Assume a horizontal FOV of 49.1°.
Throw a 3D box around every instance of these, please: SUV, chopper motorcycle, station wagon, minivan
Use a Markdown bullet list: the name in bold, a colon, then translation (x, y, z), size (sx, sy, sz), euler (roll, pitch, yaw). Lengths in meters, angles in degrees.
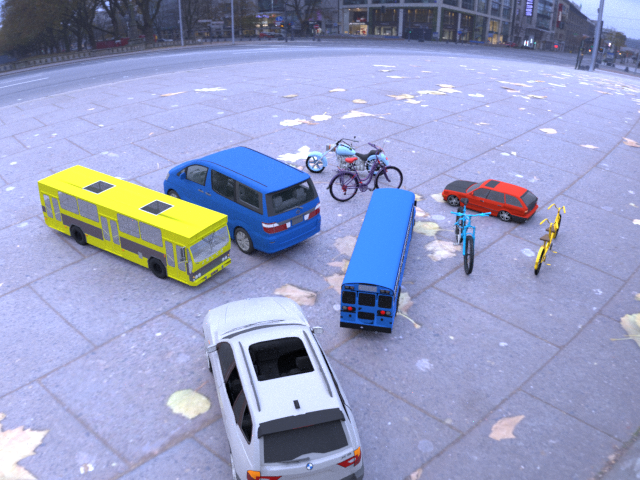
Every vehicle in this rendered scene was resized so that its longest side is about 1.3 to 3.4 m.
- **SUV**: translation (-0.484, 1.435, 7.372), size (1.276, 1.128, 3.058), euler (-8, 31, -14)
- **chopper motorcycle**: translation (0.504, -1.569, 13.038), size (1.563, 0.761, 0.466), euler (6, 30, 10)
- **station wagon**: translation (2.870, -0.753, 11.893), size (1.597, 0.473, 0.682), euler (19, 35, 30)
- **minivan**: translation (-1.351, -0.812, 11.262), size (1.324, 1.197, 3.011), euler (-25, 38, -37)

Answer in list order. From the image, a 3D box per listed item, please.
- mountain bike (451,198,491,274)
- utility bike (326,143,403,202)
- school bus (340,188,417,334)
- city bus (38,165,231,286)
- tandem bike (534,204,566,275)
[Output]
- **mountain bike**: translation (2.161, -0.146, 10.422), size (0.573, 0.868, 1.469), euler (1, 30, 2)
- **utility bike**: translation (0.772, -1.181, 12.168), size (1.435, 0.946, 0.535), euler (-9, 31, -16)
- **school bus**: translation (0.911, 0.104, 10.006), size (0.709, 0.844, 3.322), euler (6, 30, 10)
- **city bus**: translation (-2.845, -0.244, 10.569), size (3.255, 0.894, 0.926), euler (18, 34, 29)
- **tandem bike**: translation (3.432, -0.063, 10.466), size (0.283, 0.682, 1.642), euler (15, 33, 24)
